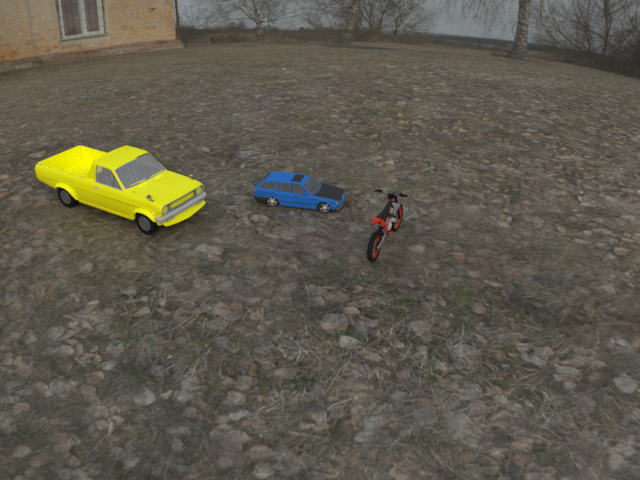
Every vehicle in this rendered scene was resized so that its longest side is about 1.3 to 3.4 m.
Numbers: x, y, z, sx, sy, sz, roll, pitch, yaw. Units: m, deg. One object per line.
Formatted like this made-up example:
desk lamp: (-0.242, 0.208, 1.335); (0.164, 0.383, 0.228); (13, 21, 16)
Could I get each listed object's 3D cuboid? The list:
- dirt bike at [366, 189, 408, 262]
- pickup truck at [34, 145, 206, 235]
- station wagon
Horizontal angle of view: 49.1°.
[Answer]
dirt bike: (1.032, -0.300, 10.929); (0.527, 0.857, 1.493); (13, 32, 21)
pickup truck: (-3.487, -1.051, 12.107); (3.117, 0.993, 1.244); (17, 34, 27)
station wagon: (-0.350, -0.874, 12.320); (1.597, 0.473, 0.682); (8, 31, 14)
